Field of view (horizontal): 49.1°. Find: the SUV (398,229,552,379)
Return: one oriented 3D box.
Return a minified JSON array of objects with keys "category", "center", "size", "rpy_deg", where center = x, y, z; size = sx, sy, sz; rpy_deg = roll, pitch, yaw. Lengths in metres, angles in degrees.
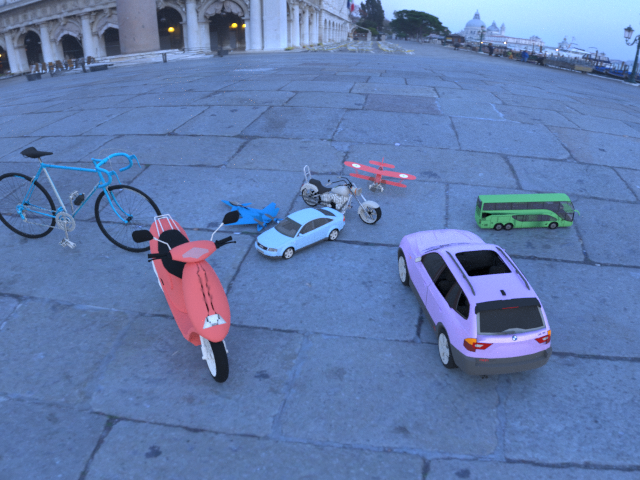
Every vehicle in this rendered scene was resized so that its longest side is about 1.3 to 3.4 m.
[{"category":"SUV","center":[1.944,0.571,9.206],"size":[1.276,1.128,3.058],"rpy_deg":[-5,29,-8]}]

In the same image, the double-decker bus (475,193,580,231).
[{"category":"double-decker bus","center":[3.448,-0.479,11.697],"size":[1.672,0.541,0.389],"rpy_deg":[-1,29,-3]}]

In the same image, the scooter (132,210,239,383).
[{"category":"scooter","center":[-1.678,0.416,8.806],"size":[1.288,1.786,2.721],"rpy_deg":[-13,32,-22]}]

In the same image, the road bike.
[{"category":"road bike","center":[-3.834,-0.644,10.847],"size":[3.004,1.656,0.696],"rpy_deg":[7,30,12]}]

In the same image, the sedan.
[{"category":"sedan","center":[-0.310,-0.169,11.198],"size":[1.613,0.483,0.635],"rpy_deg":[-23,36,-35]}]

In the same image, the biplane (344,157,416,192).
[{"category":"biplane","center":[1.134,-1.233,13.089],"size":[1.336,0.504,1.090],"rpy_deg":[5,29,9]}]

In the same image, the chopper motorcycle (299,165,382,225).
[{"category":"chopper motorcycle","center":[0.343,-0.775,12.002],"size":[1.563,0.761,0.466],"rpy_deg":[17,33,27]}]

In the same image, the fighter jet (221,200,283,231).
[{"category":"fighter jet","center":[-1.285,-0.557,12.098],"size":[1.358,0.286,1.147],"rpy_deg":[25,38,38]}]
